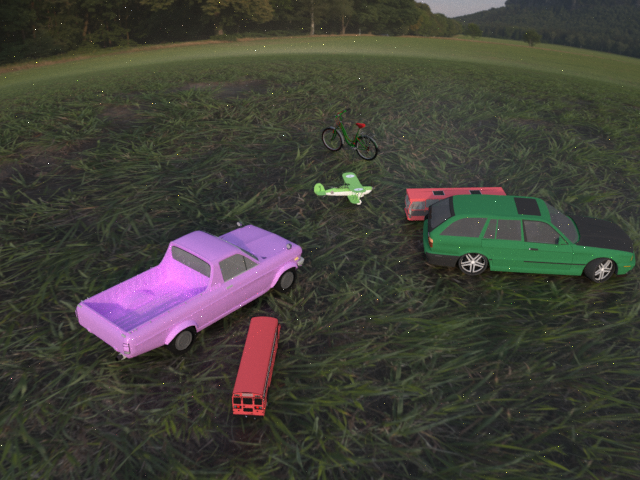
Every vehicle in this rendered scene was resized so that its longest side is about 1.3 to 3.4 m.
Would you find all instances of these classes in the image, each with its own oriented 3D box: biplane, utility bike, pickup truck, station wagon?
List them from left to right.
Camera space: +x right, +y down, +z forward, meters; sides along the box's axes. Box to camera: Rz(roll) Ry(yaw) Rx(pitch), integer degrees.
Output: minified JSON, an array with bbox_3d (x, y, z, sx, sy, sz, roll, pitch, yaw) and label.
[{"bbox_3d":[-1.626,0.529,9.358,1.244,0.993,3.117,23,36,35],"label":"pickup truck"},{"bbox_3d":[0.436,-0.884,12.423,1.090,0.504,1.336,-3,29,-6],"label":"biplane"},{"bbox_3d":[0.587,-2.119,14.202,1.435,0.946,0.535,19,34,31],"label":"utility bike"},{"bbox_3d":[3.137,-0.104,10.580,3.105,0.920,1.327,3,29,6],"label":"station wagon"}]

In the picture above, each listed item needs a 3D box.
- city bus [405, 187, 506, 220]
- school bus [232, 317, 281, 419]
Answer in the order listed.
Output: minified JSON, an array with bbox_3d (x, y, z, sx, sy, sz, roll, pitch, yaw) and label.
[{"bbox_3d":[2.310,-0.599,11.953,1.674,0.460,0.476,-1,29,-2],"label":"city bus"},{"bbox_3d":[-0.728,1.418,8.327,0.365,0.434,1.708,2,29,3],"label":"school bus"}]
